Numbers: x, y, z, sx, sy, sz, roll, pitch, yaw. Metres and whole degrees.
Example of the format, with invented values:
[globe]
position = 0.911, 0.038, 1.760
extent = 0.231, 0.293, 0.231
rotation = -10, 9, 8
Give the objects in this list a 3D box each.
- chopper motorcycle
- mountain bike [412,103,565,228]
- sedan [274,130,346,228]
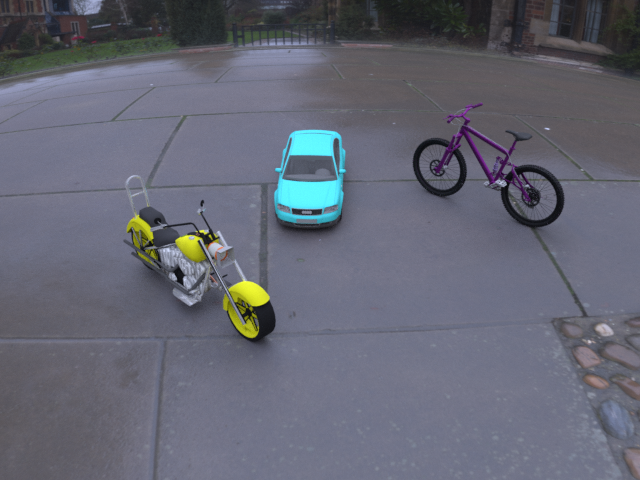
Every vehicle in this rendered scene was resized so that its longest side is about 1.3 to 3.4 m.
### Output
[chopper motorcycle]
position = -1.726, 0.207, 9.578
extent = 3.040, 1.480, 0.906
rotation = 27, 40, 37
[mountain bike]
position = 2.812, -1.269, 11.867
extent = 2.857, 1.688, 1.114
rotation = 23, 38, 33
[sedan]
position = -0.148, -1.257, 12.580
extent = 1.235, 0.940, 3.137
rotation = 1, 31, 2
